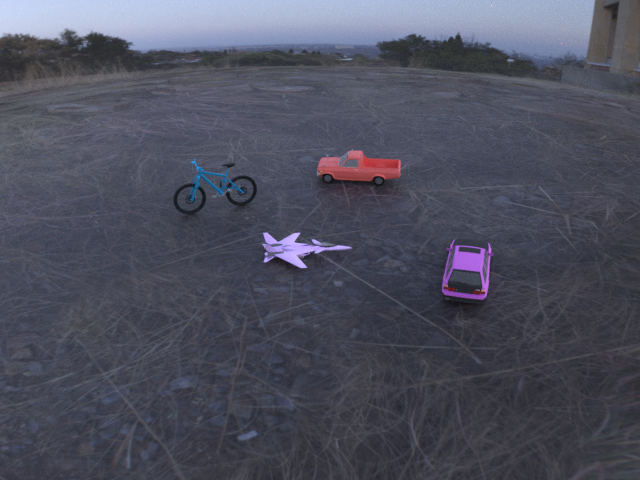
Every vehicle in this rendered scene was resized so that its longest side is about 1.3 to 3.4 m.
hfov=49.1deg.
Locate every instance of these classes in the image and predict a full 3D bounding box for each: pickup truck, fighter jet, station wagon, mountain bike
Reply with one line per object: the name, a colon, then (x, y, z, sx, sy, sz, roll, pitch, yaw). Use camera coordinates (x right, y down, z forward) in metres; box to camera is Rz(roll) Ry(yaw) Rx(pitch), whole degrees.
pickup truck: (0.740, -1.392, 13.254, 1.603, 0.511, 0.640, 3, 27, 6)
fighter jet: (-0.191, 0.077, 10.608, 1.358, 0.286, 1.147, -3, 27, -6)
station wagon: (2.099, 0.331, 9.901, 0.682, 0.473, 1.597, 7, 28, 13)
mountain bike: (-1.782, -0.915, 11.919, 1.469, 0.868, 0.573, -11, 29, -21)
